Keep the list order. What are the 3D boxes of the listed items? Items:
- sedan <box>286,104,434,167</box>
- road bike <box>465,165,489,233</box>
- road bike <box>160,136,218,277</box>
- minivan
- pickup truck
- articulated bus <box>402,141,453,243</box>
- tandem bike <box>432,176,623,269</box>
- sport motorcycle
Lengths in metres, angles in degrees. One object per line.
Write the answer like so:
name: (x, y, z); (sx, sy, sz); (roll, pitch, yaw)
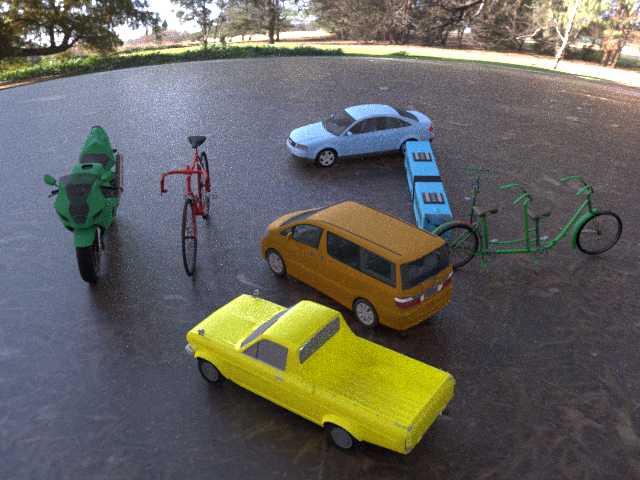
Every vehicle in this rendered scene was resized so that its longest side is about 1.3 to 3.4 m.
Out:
sedan: (0.845, -2.264, 14.595); (3.137, 0.940, 1.235); (-9, 30, -15)
road bike: (2.641, -0.739, 11.928); (0.358, 0.852, 1.545); (8, 30, 13)
road bike: (-1.951, -0.700, 11.025); (0.696, 1.656, 3.004); (-1, 29, -1)
minivan: (0.413, 0.157, 9.949); (1.324, 1.197, 3.011); (-25, 37, -37)
pickup truck: (-0.075, 1.367, 7.970); (3.117, 0.993, 1.244); (19, 34, 30)
articulated bus: (1.906, -0.946, 12.601); (0.605, 0.561, 3.401); (1, 29, 1)
tandem bike: (3.128, -0.238, 10.530); (3.192, 1.326, 0.550); (-5, 29, -9)
sport motorcycle: (-3.537, -0.625, 10.951); (0.983, 1.596, 2.955); (-4, 29, -8)
